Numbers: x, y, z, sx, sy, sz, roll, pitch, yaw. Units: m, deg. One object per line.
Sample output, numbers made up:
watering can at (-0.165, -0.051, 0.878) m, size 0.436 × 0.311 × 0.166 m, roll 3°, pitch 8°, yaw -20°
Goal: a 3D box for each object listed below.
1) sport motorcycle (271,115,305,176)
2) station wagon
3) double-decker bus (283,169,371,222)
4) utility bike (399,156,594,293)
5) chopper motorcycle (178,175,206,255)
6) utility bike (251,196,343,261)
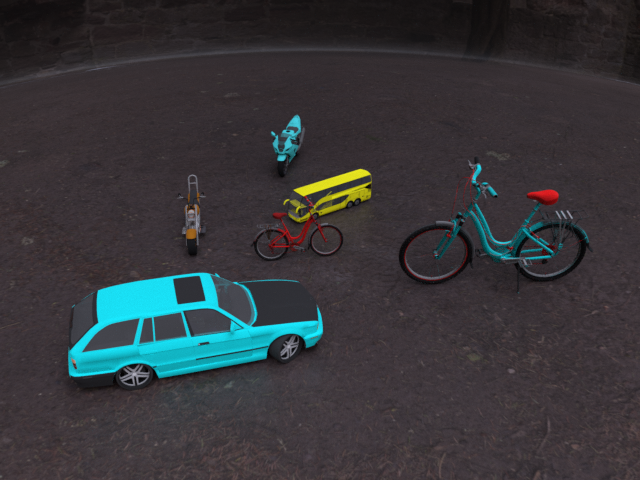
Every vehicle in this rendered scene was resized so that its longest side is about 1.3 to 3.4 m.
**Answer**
sport motorcycle at (-0.612, -1.867, 13.791) m, size 0.506 × 0.821 × 1.520 m, roll 5°, pitch 30°, yaw 10°
station wagon at (-1.512, 0.975, 8.670) m, size 3.105 × 0.920 × 1.327 m, roll -8°, pitch 30°, yaw -14°
double-decker bus at (0.167, -0.762, 12.123) m, size 1.672 × 0.541 × 0.389 m, roll -20°, pitch 35°, yaw -31°
utility bike at (2.511, -0.108, 9.651) m, size 2.791 × 1.839 × 1.039 m, roll -1°, pitch 30°, yaw -2°
chopper motorcycle at (-2.057, -0.418, 11.291) m, size 0.466 × 0.761 × 1.563 m, roll -3°, pitch 30°, yaw -6°
utility bike at (-0.356, -0.163, 10.654) m, size 1.435 × 0.946 × 0.535 m, roll -5°, pitch 30°, yaw -8°
